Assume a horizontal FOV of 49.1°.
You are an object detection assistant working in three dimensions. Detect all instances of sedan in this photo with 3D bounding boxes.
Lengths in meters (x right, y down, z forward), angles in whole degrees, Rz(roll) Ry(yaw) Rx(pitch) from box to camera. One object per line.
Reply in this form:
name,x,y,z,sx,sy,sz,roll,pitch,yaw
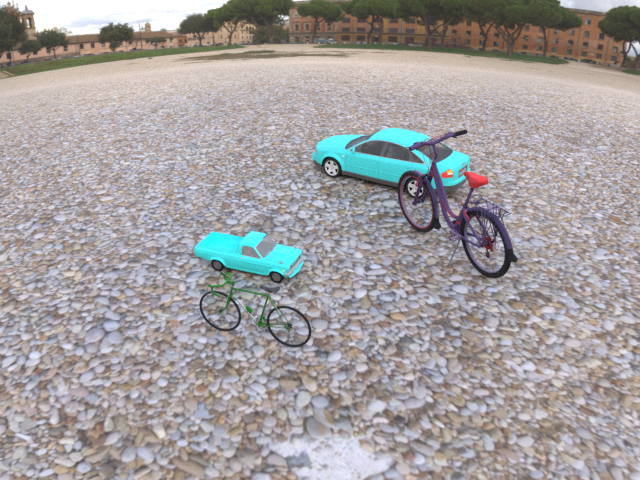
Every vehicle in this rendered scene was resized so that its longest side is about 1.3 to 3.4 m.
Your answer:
sedan,1.295,-1.611,13.317,3.137,0.940,1.235,17,32,29

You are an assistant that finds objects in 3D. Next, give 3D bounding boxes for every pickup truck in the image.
pickup truck,-1.052,0.173,10.393,1.603,0.511,0.640,10,30,19

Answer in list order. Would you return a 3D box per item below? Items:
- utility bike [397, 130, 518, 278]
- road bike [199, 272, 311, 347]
utility bike,1.903,-0.585,10.406,1.039,1.839,2.791,-15,31,-26
road bike,-0.827,0.874,8.698,1.545,0.852,0.358,10,29,18
